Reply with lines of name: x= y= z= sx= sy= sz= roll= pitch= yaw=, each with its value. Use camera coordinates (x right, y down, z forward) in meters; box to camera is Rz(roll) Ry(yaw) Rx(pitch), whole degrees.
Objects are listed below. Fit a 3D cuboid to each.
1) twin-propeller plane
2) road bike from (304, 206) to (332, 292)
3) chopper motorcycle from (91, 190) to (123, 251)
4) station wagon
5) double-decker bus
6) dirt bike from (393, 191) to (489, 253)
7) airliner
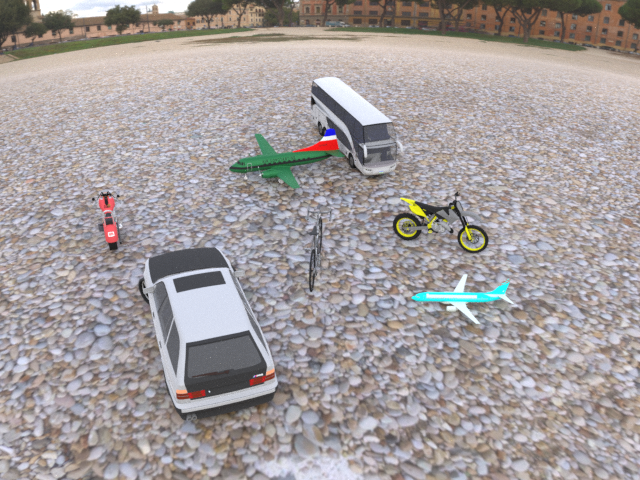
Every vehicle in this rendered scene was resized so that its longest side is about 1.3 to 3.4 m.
twin-propeller plane: x=-0.647 y=-1.579 z=12.942 sx=2.129 sy=0.792 sz=2.663 roll=-10 pitch=31 yaw=-16
road bike: x=-0.055 y=0.076 z=9.996 sx=0.358 sy=0.852 sz=1.545 roll=3 pitch=30 yaw=5
chopper motorcycle: x=-3.319 y=-0.436 z=10.980 sx=0.466 sy=0.761 sz=1.563 roll=-9 pitch=31 yaw=-16
station wagon: x=-1.455 y=0.844 z=8.589 sx=1.327 sy=0.920 sz=3.105 roll=-10 pitch=31 yaw=-16
double-decker bus: x=0.622 y=-2.290 z=13.918 sx=0.756 sy=1.052 sz=3.251 roll=-10 pitch=31 yaw=-17
dirt bike: x=1.830 y=-0.279 z=10.610 sx=1.493 sy=0.857 sz=0.527 roll=12 pitch=32 yaw=20
airliner: x=1.887 y=0.689 z=9.353 sx=1.307 sy=0.429 sz=1.161 roll=1 pitch=30 yaw=2
